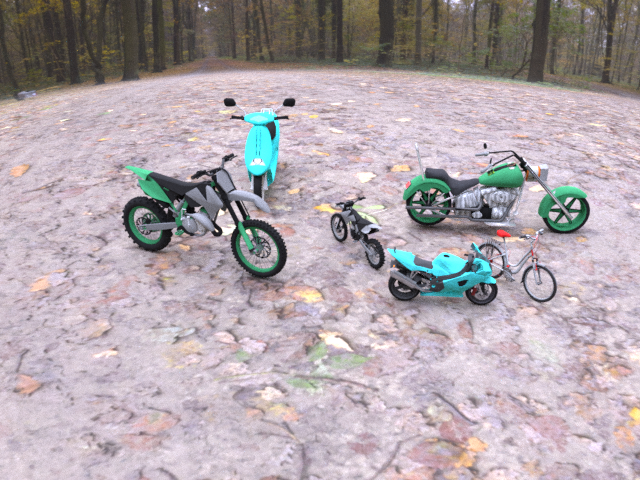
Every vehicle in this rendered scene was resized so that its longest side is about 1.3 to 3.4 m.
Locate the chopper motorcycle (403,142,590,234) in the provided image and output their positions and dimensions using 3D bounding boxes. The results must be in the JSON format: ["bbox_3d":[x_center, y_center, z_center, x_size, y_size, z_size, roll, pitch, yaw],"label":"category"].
[{"bbox_3d":[2.893,-0.850,11.446,3.040,1.480,0.906,2,27,4],"label":"chopper motorcycle"}]

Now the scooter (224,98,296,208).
[{"bbox_3d":[-1.076,-1.867,13.137,1.288,1.786,2.721,0,27,1],"label":"scooter"}]

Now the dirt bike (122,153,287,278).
[{"bbox_3d":[-1.778,-0.398,10.335,2.903,1.666,1.024,12,29,23],"label":"dirt bike"}]

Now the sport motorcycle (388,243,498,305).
[{"bbox_3d":[1.663,0.485,9.513,1.520,0.821,0.506,3,27,7],"label":"sport motorcycle"}]

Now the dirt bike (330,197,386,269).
[{"bbox_3d":[0.556,-0.170,10.783,0.527,0.857,1.493,-14,30,-26],"label":"dirt bike"}]

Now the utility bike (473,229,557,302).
[{"bbox_3d":[2.775,0.242,9.860,0.535,0.946,1.435,-20,33,-34],"label":"utility bike"}]
